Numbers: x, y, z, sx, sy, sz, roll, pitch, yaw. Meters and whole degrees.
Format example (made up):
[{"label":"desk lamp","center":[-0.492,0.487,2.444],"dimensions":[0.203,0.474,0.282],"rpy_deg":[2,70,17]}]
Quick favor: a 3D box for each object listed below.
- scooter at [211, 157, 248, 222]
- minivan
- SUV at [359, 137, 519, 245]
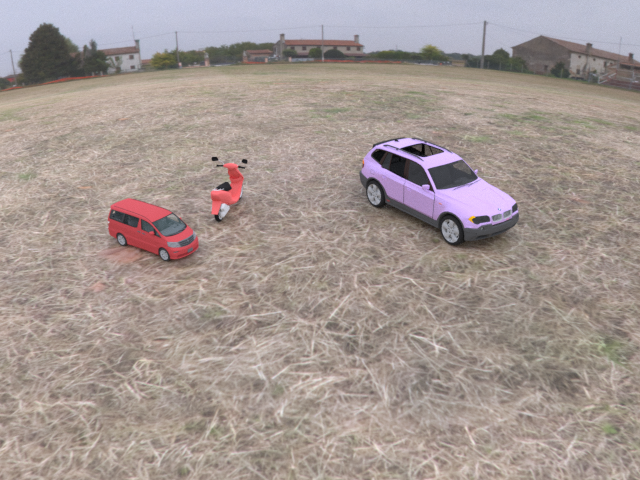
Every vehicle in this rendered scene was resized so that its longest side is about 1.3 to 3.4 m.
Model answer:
[{"label":"scooter","center":[-1.607,-0.942,12.208],"dimensions":[0.662,0.919,1.399],"rpy_deg":[6,26,12]},{"label":"minivan","center":[-2.622,-0.180,10.984],"dimensions":[1.548,0.616,0.681],"rpy_deg":[16,30,30]},{"label":"SUV","center":[1.962,-0.933,11.949],"dimensions":[1.276,1.128,3.058],"rpy_deg":[-17,31,-32]}]
